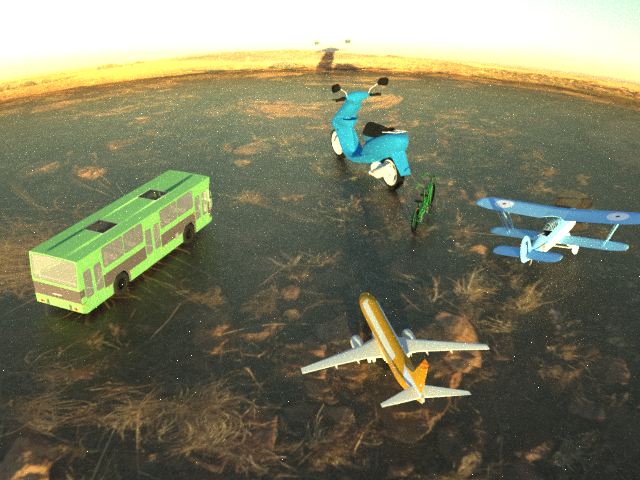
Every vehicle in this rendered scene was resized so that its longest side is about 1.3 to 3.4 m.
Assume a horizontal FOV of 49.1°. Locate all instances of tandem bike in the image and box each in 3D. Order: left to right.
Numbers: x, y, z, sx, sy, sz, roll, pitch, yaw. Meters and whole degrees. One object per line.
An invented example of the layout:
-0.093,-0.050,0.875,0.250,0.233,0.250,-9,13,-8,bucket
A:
1.778,-0.686,11.967,0.283,0.682,1.642,10,28,19,tandem bike

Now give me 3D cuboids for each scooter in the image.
0.925,-2.141,13.621,1.288,1.786,2.721,-14,30,-25,scooter

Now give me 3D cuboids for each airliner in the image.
0.837,1.083,8.294,2.257,0.835,2.541,-5,27,-11,airliner

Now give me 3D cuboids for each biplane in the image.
3.396,-0.097,10.469,2.598,0.981,2.120,19,33,33,biplane

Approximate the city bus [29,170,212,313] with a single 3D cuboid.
-2.802,-0.051,10.473,0.926,0.894,3.255,11,29,21,city bus
